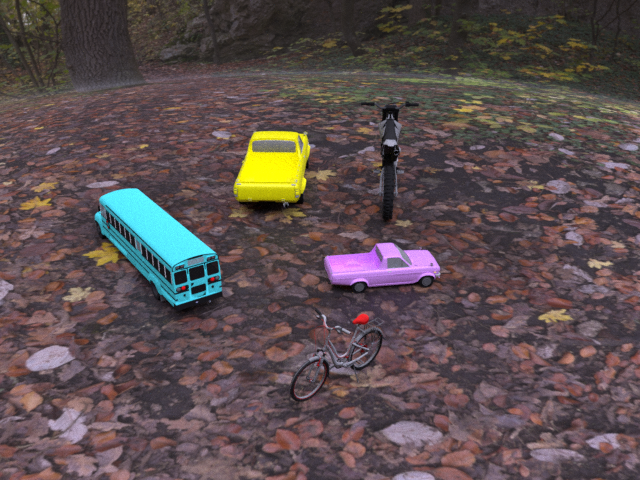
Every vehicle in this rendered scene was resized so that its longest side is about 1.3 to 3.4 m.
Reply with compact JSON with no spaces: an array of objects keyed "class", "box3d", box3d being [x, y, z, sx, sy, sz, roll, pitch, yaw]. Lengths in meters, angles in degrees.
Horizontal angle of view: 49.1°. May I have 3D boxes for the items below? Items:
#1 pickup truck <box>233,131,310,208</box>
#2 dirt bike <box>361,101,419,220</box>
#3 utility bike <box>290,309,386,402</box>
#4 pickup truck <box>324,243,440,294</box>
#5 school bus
[{"class":"pickup truck","box3d":[-0.841,-1.457,13.040,1.244,0.993,3.117,1,26,2]},{"class":"dirt bike","box3d":[1.216,-1.564,12.487,1.024,1.666,2.903,2,26,4]},{"class":"utility bike","box3d":[0.260,1.194,7.606,1.435,0.946,0.535,-21,33,-37]},{"class":"pickup truck","box3d":[0.872,0.353,9.846,1.603,0.511,0.640,-4,26,-9]},{"class":"school bus","box3d":[-2.486,0.001,10.192,0.709,0.844,3.322,-17,30,-31]}]
